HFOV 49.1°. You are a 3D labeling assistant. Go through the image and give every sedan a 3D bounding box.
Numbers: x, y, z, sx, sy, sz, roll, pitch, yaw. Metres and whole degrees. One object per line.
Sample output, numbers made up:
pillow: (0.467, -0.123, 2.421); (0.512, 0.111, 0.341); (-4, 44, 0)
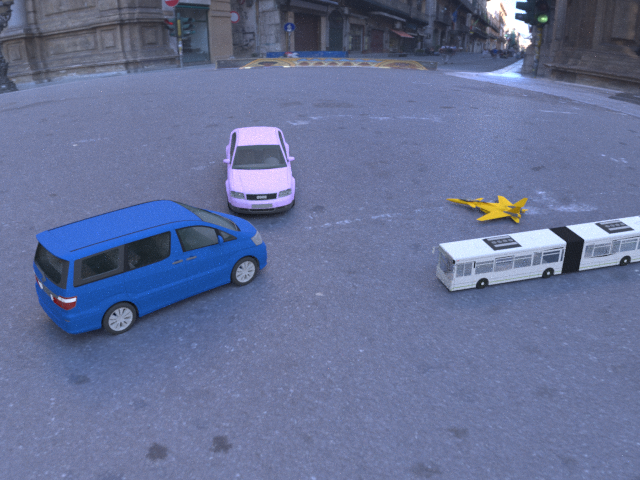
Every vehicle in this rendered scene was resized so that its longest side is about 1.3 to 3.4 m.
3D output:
sedan: (-1.101, -1.409, 12.571); (1.235, 0.940, 3.137); (-3, 27, -6)

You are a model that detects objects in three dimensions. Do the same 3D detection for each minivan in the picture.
minivan: (-2.116, 0.175, 9.153); (3.011, 1.197, 1.324); (-21, 33, -35)

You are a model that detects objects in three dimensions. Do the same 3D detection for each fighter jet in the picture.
fighter jet: (2.763, -0.629, 11.752); (1.358, 0.286, 1.147); (15, 30, 27)

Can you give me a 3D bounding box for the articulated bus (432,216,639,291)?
articulated bus: (3.260, 0.163, 9.881); (3.401, 0.561, 0.605); (-8, 28, -15)
